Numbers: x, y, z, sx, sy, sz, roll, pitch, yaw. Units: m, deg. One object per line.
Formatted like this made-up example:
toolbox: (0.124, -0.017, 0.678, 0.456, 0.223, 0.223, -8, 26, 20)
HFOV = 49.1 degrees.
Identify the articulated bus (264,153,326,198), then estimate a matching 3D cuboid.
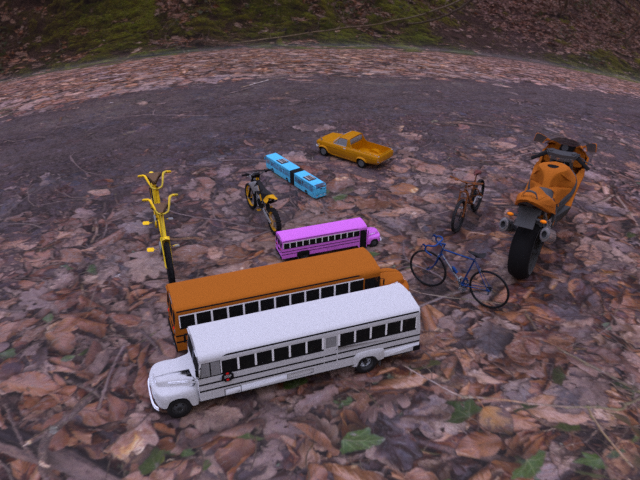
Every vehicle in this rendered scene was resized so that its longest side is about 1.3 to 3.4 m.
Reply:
articulated bus: (-0.483, -1.239, 13.313, 0.311, 0.289, 1.749, -20, 36, -30)

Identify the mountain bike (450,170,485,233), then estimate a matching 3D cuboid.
mountain bike: (2.532, -0.729, 11.874, 0.573, 0.868, 1.469, 17, 34, 26)

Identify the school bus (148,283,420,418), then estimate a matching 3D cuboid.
school bus: (-0.413, 1.286, 8.466, 3.322, 0.844, 0.709, -10, 32, -17)

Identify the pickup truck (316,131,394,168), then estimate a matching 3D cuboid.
pickup truck: (0.691, -1.893, 14.208, 1.603, 0.511, 0.640, 22, 37, 32)

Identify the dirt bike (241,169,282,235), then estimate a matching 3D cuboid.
dirt bike: (-0.994, -0.709, 11.850, 0.527, 0.857, 1.493, -14, 33, -23)

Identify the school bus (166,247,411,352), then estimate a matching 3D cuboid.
school bus: (-0.344, 0.749, 9.381, 3.322, 0.844, 0.709, -10, 32, -17)

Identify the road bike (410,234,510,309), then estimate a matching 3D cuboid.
road bike: (1.961, 0.441, 9.898, 1.545, 0.852, 0.358, 20, 36, 30)

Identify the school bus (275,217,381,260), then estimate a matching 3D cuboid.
school bus: (0.153, -0.032, 11.115, 1.708, 0.434, 0.365, -10, 32, -17)

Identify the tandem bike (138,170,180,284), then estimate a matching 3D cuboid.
tandem bike: (-2.491, -0.414, 10.886, 0.550, 1.326, 3.192, -9, 32, -14)

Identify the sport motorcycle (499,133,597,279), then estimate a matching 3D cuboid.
sport motorcycle: (3.523, -0.590, 10.918, 0.983, 1.596, 2.955, 16, 34, 25)
